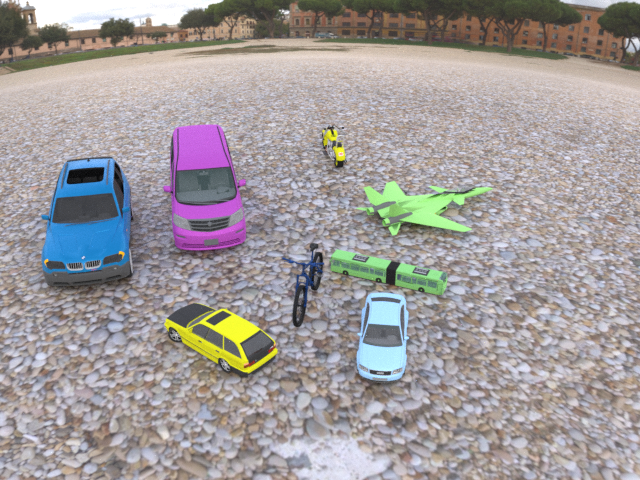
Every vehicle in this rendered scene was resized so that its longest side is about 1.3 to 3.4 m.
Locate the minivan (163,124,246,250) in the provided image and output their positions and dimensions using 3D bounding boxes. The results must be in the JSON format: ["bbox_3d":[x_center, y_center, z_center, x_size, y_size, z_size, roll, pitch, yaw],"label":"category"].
[{"bbox_3d":[-1.972,-0.949,11.916,1.324,1.197,3.011,-6,29,-10],"label":"minivan"}]

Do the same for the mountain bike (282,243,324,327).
[{"bbox_3d":[-0.158,0.525,9.580,0.573,0.868,1.469,7,30,12],"label":"mountain bike"}]

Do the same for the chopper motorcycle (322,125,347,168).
[{"bbox_3d":[0.260,-2.027,14.326,0.466,0.761,1.563,-6,29,-10],"label":"chopper motorcycle"}]

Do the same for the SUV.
[{"bbox_3d":[-3.604,-0.378,10.951,1.276,1.128,3.058,-6,29,-11],"label":"SUV"}]

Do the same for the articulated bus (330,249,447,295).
[{"bbox_3d":[0.985,0.466,10.287,1.749,0.289,0.311,12,31,21],"label":"articulated bus"}]

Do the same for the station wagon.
[{"bbox_3d":[-1.287,1.159,8.837,1.597,0.473,0.682,22,36,34],"label":"station wagon"}]

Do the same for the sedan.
[{"bbox_3d":[0.801,1.159,8.827,0.635,0.483,1.613,4,29,6],"label":"sedan"}]

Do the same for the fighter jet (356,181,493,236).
[{"bbox_3d":[2.045,-0.788,12.287,2.640,0.557,2.229,-15,32,-26],"label":"fighter jet"}]
